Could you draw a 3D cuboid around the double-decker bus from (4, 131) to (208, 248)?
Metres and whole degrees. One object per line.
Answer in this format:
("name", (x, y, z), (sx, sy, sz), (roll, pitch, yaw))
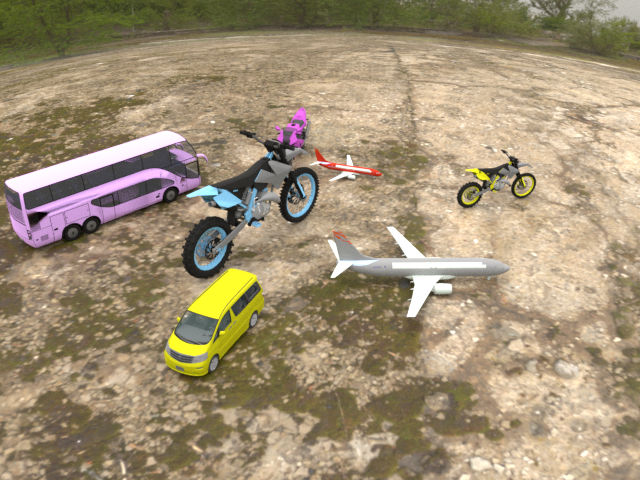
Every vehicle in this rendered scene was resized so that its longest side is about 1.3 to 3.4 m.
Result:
("double-decker bus", (-3.340, -0.902, 11.298), (3.251, 1.052, 0.756), (-27, 40, -37))

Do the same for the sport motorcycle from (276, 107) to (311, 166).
("sport motorcycle", (-0.487, -1.891, 13.171), (0.506, 0.821, 1.520), (6, 31, 10))

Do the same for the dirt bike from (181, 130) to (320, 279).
("dirt bike", (-0.950, -0.628, 10.244), (1.024, 1.666, 2.903), (22, 37, 32))

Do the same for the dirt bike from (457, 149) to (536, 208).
("dirt bike", (2.971, -1.004, 11.657), (1.493, 0.857, 0.527), (-10, 32, -16))

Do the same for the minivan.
("minivan", (-1.284, 0.983, 8.581), (0.681, 0.616, 1.548), (14, 34, 22))

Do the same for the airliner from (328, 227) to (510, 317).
("airliner", (1.392, 0.219, 9.641), (2.541, 0.835, 2.257), (-1, 31, -1))

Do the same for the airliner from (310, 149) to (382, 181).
("airliner", (0.498, -1.382, 12.702), (1.307, 0.429, 1.161), (10, 32, 15))
